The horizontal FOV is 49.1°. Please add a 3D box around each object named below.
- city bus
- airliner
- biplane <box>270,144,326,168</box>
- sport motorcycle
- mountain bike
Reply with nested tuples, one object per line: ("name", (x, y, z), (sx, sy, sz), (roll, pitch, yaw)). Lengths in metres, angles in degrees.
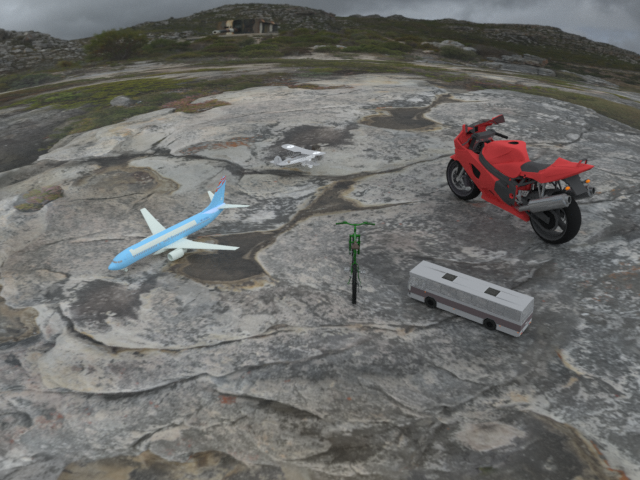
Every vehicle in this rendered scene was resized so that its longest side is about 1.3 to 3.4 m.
("city bus", (2.024, 0.797, 9.547), (1.674, 0.460, 0.476), (19, 34, 32))
("airliner", (-2.334, -0.255, 11.094), (2.257, 0.835, 2.541), (21, 35, 33))
("biplane", (-0.473, -1.636, 13.990), (1.090, 0.504, 1.336), (-20, 34, -32))
("sport motorcycle", (3.223, -1.058, 11.777), (0.983, 1.596, 2.955), (-18, 33, -30))
("mountain bike", (0.501, 0.260, 10.110), (0.573, 0.868, 1.469), (1, 28, 2))
